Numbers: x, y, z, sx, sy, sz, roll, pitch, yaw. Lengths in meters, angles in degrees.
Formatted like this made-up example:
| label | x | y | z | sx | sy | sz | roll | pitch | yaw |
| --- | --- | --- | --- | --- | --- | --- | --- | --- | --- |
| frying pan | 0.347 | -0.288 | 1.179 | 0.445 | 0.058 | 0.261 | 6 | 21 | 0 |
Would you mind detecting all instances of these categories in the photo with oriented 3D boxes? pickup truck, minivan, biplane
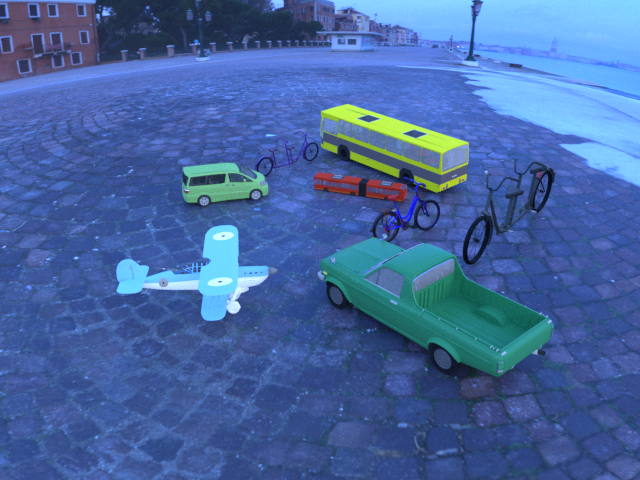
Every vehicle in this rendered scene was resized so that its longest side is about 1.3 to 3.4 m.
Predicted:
| label | x | y | z | sx | sy | sz | roll | pitch | yaw |
| --- | --- | --- | --- | --- | --- | --- | --- | --- | --- |
| pickup truck | 1.372 | 0.699 | 9.007 | 1.244 | 0.993 | 3.117 | -23 | 36 | -36 |
| minivan | -1.719 | -1.052 | 12.695 | 1.548 | 0.616 | 0.681 | -8 | 29 | -14 |
| biplane | -1.639 | 0.479 | 9.432 | 2.120 | 0.981 | 2.598 | -3 | 28 | -5 |

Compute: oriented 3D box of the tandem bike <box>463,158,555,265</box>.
| label | x | y | z | sx | sy | sz | roll | pitch | yaw |
| --- | --- | --- | --- | --- | --- | --- | --- | --- | --- |
| tandem bike | 3.122 | -0.669 | 11.222 | 0.550 | 1.326 | 3.192 | 21 | 35 | 34 |

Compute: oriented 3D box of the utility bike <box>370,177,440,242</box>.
| label | x | y | z | sx | sy | sz | roll | pitch | yaw |
| --- | --- | --- | --- | --- | --- | --- | --- | --- | --- |
| utility bike | 1.366 | -0.499 | 11.305 | 1.435 | 0.946 | 0.535 | -16 | 32 | -28 |

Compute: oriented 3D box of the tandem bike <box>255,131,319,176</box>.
| label | x | y | z | sx | sy | sz | roll | pitch | yaw |
| --- | --- | --- | --- | --- | --- | --- | --- | --- | --- |
| tandem bike | -0.640 | -1.732 | 13.902 | 1.642 | 0.682 | 0.283 | -23 | 36 | -36 |

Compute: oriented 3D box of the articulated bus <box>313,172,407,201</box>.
| label | x | y | z | sx | sy | sz | roll | pitch | yaw |
| --- | --- | --- | --- | --- | --- | --- | --- | --- | --- |
| articulated bus | 0.722 | -0.981 | 12.910 | 1.749 | 0.289 | 0.311 | 10 | 30 | 17 |

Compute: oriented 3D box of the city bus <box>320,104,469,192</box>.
| label | x | y | z | sx | sy | sz | roll | pitch | yaw |
| --- | --- | --- | --- | --- | --- | --- | --- | --- | --- |
| city bus | 1.379 | -1.835 | 13.869 | 0.926 | 0.894 | 3.255 | -23 | 36 | -36 |
